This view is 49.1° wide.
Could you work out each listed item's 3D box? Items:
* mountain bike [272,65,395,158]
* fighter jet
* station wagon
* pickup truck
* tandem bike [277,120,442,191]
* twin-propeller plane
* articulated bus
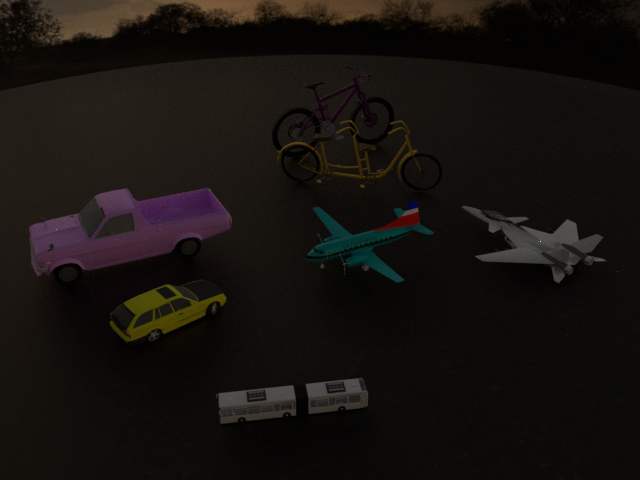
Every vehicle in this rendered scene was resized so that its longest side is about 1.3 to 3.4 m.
[{"bbox_3d":[0.322,-2.675,14.793,2.857,1.688,1.114,-12,32,-20],"label":"mountain bike"},{"bbox_3d":[3.301,-0.214,11.598,2.229,0.557,2.640,-18,34,-29],"label":"fighter jet"},{"bbox_3d":[-2.077,0.909,9.701,1.597,0.473,0.682,-23,37,-34],"label":"station wagon"},{"bbox_3d":[-3.028,-0.234,11.190,3.117,0.993,1.244,-13,32,-22],"label":"pickup truck"},{"bbox_3d":[0.735,-1.628,13.313,3.192,1.326,0.550,5,30,9],"label":"tandem bike"},{"bbox_3d":[0.709,-0.074,11.111,2.129,0.792,2.663,-15,33,-24],"label":"twin-propeller plane"},{"bbox_3d":[-0.322,1.876,8.181,1.749,0.289,0.311,-4,30,-8],"label":"articulated bus"}]
